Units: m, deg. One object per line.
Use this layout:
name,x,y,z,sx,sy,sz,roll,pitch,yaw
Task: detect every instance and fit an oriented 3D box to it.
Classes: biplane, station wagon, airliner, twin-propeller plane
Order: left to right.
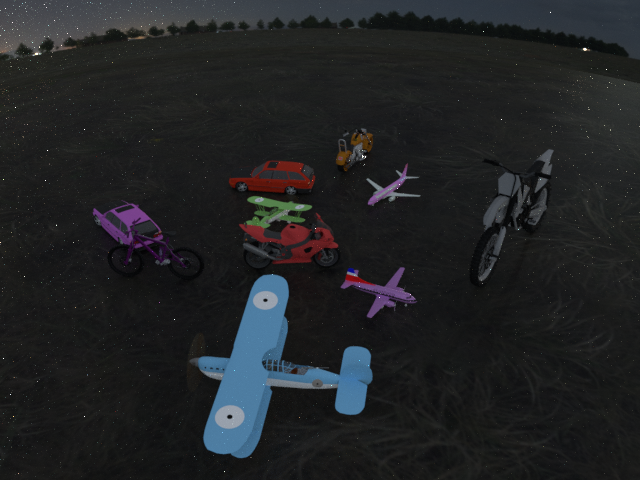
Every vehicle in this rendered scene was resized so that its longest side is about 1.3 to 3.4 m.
station wagon,-3.227,-0.328,11.623,0.682,0.473,1.597,-22,37,-33
station wagon,-0.907,-1.202,13.112,1.597,0.473,0.682,4,31,7
biplane,-0.791,-0.429,11.766,1.336,0.504,1.090,20,36,30
biplane,-0.469,1.536,7.950,2.120,0.981,2.598,5,31,8
twin-propeller plane,0.862,0.681,9.972,1.095,0.407,1.370,13,33,22
airliner,1.260,-1.000,12.812,1.161,0.429,1.307,22,37,32

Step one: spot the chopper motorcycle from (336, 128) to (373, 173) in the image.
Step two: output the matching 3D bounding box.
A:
chopper motorcycle,0.723,-1.902,14.020,0.466,0.761,1.563,14,33,22

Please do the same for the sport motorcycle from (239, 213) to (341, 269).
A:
sport motorcycle,-0.442,0.069,10.606,1.520,0.821,0.506,-1,30,-1

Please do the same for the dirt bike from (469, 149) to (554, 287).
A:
dirt bike,3.018,-0.477,10.699,1.024,1.666,2.903,20,36,30

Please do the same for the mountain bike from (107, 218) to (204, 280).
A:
mountain bike,-2.446,0.192,10.349,1.469,0.868,0.573,3,31,5
